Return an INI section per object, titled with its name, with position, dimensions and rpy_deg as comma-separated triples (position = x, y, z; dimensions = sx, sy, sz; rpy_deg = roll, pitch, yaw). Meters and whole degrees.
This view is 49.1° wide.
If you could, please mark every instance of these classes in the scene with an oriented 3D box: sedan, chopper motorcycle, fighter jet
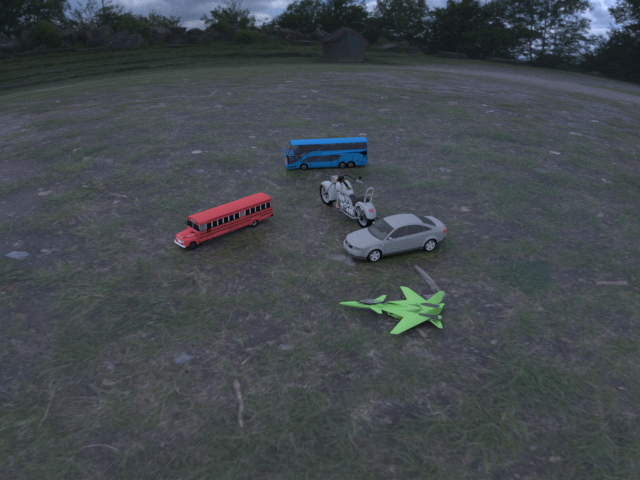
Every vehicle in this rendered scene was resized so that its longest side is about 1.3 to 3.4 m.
[sedan]
position = 1.134, -0.089, 10.573
dimensions = 1.613, 0.483, 0.635
rpy_deg = -10, 29, -19
[chopper motorcycle]
position = 0.437, -0.745, 11.565
dimensions = 0.466, 0.761, 1.563
rpy_deg = -15, 30, -27
[fighter jet]
position = 0.915, 0.815, 9.002
dimensions = 1.358, 0.286, 1.147
rpy_deg = 5, 27, 11

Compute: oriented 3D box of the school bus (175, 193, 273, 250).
[school bus]
position = -1.514, -0.309, 11.063
dimensions = 1.708, 0.434, 0.365
rpy_deg = -22, 34, -37

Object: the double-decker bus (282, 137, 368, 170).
[double-decker bus]
position = 0.099, -1.692, 13.683
dimensions = 1.672, 0.541, 0.389
rpy_deg = -3, 27, -7
